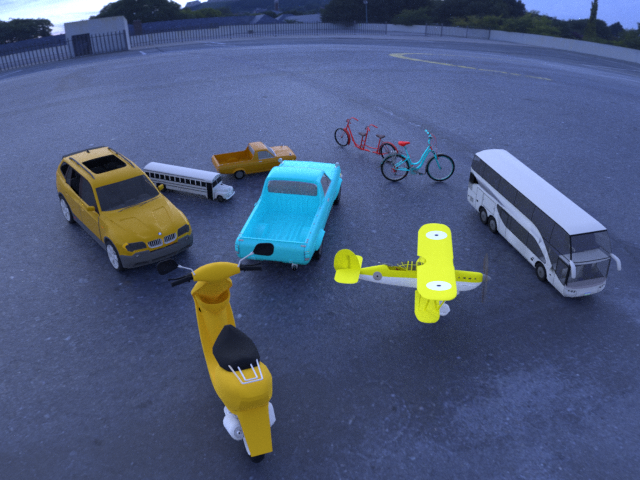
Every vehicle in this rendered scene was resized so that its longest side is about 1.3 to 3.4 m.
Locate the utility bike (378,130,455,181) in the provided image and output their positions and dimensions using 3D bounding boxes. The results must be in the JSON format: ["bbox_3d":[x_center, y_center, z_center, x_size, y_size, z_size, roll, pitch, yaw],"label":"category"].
[{"bbox_3d":[1.794,-1.547,12.983,1.435,0.946,0.535,0,30,0],"label":"utility bike"}]

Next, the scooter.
[{"bbox_3d":[-1.015,1.046,7.731,1.288,1.786,2.721,-10,32,-17],"label":"scooter"}]

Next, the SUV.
[{"bbox_3d":[-3.220,-0.610,11.204,1.276,1.128,3.058,-22,37,-32],"label":"SUV"}]

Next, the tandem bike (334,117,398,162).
[{"bbox_3d":[0.913,-2.038,14.080,1.642,0.682,0.283,24,38,35],"label":"tandem bike"}]

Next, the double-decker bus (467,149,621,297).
[{"bbox_3d":[3.295,-0.323,10.790,0.756,1.052,3.251,-8,31,-14],"label":"double-decker bus"}]

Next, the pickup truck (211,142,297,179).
[{"bbox_3d":[-1.259,-1.572,13.455,1.603,0.511,0.640,-11,32,-18],"label":"pickup truck"}]

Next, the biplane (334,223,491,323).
[{"bbox_3d":[1.245,0.453,9.538,2.120,0.981,2.598,4,31,7],"label":"biplane"}]

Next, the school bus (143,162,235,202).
[{"bbox_3d":[-2.364,-1.055,12.649,1.708,0.434,0.365,11,32,18],"label":"school bus"}]

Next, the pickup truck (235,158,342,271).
[{"bbox_3d":[-0.420,-0.586,11.298,1.244,0.993,3.117,5,31,9],"label":"pickup truck"}]
